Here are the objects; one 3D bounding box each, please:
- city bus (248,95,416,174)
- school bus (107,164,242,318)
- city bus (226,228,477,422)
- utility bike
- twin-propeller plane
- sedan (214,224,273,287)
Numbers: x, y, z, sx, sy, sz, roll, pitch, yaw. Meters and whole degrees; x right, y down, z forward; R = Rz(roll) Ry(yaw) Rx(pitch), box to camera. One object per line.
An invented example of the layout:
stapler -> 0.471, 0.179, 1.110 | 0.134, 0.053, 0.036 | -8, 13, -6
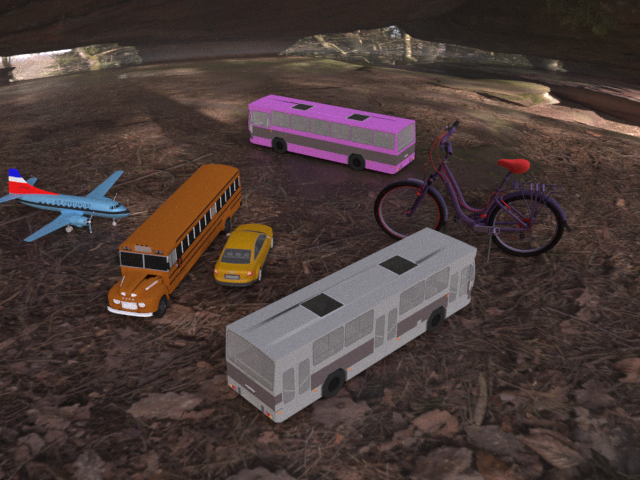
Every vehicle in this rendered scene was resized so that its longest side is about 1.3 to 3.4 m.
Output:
city bus -> 0.176, -2.023, 13.410 | 3.255, 0.894, 0.926 | 16, 32, 27
school bus -> -1.955, -0.079, 9.824 | 0.709, 0.844, 3.322 | 6, 29, 12
city bus -> 0.477, 0.875, 7.984 | 3.255, 0.894, 0.926 | -24, 36, -37
utility bike -> 2.117, -0.596, 9.736 | 2.791, 1.839, 1.039 | 7, 29, 13
twin-propeller plane -> -3.959, -0.663, 10.972 | 2.129, 0.792, 2.663 | 7, 29, 13
sedan -> -1.050, 0.122, 9.830 | 0.635, 0.483, 1.613 | 3, 28, 6
